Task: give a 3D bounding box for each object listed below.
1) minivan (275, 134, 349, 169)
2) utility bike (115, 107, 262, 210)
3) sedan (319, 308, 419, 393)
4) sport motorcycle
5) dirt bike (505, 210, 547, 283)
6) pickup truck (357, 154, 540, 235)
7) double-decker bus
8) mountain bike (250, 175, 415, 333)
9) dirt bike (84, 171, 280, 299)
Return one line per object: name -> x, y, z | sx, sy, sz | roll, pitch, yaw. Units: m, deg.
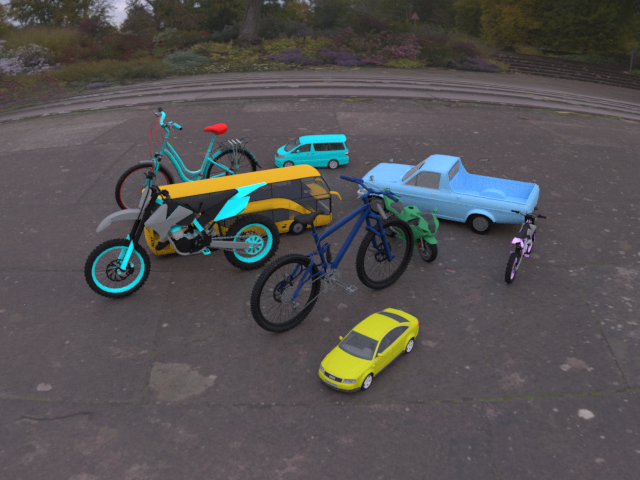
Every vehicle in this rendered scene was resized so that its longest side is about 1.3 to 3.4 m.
minivan -> -0.178, -1.865, 14.771 | 1.548, 0.616, 0.681 | -2, 26, -5
utility bike -> -2.261, -1.377, 12.401 | 2.791, 1.839, 1.039 | -15, 30, -27
sedan -> 0.617, 1.279, 8.551 | 0.635, 0.483, 1.613 | 19, 32, 33
sport motorcycle -> 1.428, -0.253, 11.272 | 0.506, 0.821, 1.520 | -13, 29, -25
dirt bike -> 3.077, 0.036, 10.646 | 0.527, 0.857, 1.493 | 14, 30, 26
pickup truck -> 2.251, -0.913, 12.416 | 3.117, 0.993, 1.244 | 12, 29, 22
double-decker bus -> -1.271, -0.531, 11.574 | 3.251, 1.052, 0.756 | -11, 28, -21
mountain bike -> 0.260, 0.177, 9.421 | 2.857, 1.688, 1.114 | -20, 32, -34
dirt bike -> -1.928, -0.110, 10.028 | 2.903, 1.666, 1.024 | -12, 29, -23
